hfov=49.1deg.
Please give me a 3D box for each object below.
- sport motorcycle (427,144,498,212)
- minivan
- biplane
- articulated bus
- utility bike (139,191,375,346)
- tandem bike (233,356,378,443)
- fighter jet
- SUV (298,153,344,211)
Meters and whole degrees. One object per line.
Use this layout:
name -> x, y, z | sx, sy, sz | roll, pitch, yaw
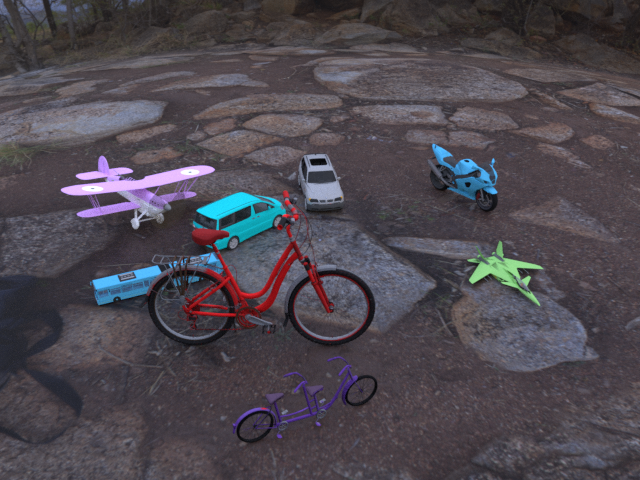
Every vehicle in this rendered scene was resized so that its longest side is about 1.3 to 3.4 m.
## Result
sport motorcycle -> 2.420, -1.061, 11.815 | 0.506, 0.821, 1.520 | -20, 35, -31
minivan -> -1.210, -0.374, 10.792 | 0.681, 0.616, 1.548 | 24, 37, 36
biplane -> -2.964, -0.811, 11.202 | 2.598, 0.981, 2.120 | -26, 38, -38
articulated bus -> -2.194, 0.515, 9.533 | 1.749, 0.289, 0.311 | -13, 32, -23
utility bike -> -0.742, 0.395, 8.155 | 2.791, 1.839, 1.039 | 0, 29, 0
tandem bike -> -0.122, 1.615, 7.153 | 1.642, 0.682, 0.283 | -13, 32, -22
fighter jet -> 2.633, 0.467, 9.621 | 1.147, 0.286, 1.358 | -10, 31, -17
SUV -> -0.005, -1.010, 11.971 | 0.656, 0.580, 1.572 | -4, 29, -7
